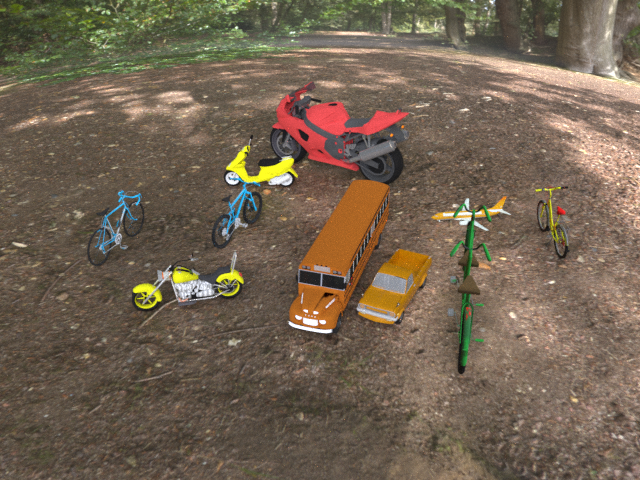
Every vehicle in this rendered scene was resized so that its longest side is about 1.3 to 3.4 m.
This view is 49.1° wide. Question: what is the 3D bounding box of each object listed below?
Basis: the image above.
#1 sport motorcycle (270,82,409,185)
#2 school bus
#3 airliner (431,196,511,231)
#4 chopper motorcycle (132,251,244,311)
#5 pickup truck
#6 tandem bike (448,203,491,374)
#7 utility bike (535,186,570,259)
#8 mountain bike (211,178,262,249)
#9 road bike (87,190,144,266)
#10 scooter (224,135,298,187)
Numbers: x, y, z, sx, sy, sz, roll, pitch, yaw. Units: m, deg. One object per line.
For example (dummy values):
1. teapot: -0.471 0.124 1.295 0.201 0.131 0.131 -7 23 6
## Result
1. sport motorcycle: 0.292 -2.008 13.373 2.955 1.596 0.983 16 34 25
2. school bus: 0.353 0.161 10.412 0.709 0.844 3.322 9 32 15
3. airliner: 2.559 -0.524 11.993 1.307 0.429 1.161 -3 30 -5
4. chopper motorcycle: -1.853 0.576 9.785 1.563 0.761 0.466 -7 31 -11
5. pickup truck: 1.091 0.596 9.998 0.640 0.511 1.603 14 33 22
6. tandem bike: 1.991 0.460 9.424 0.550 1.326 3.192 6 31 10
7. utility bike: 3.686 -0.346 11.178 0.535 0.946 1.435 -2 30 -3
8. mountain bike: -1.347 -0.474 11.472 0.573 0.868 1.469 14 33 23
9. road bike: -3.221 -0.228 11.069 0.358 0.852 1.545 10 32 17
10. scooter: -1.119 -1.417 13.033 1.399 0.919 0.662 1 30 2
